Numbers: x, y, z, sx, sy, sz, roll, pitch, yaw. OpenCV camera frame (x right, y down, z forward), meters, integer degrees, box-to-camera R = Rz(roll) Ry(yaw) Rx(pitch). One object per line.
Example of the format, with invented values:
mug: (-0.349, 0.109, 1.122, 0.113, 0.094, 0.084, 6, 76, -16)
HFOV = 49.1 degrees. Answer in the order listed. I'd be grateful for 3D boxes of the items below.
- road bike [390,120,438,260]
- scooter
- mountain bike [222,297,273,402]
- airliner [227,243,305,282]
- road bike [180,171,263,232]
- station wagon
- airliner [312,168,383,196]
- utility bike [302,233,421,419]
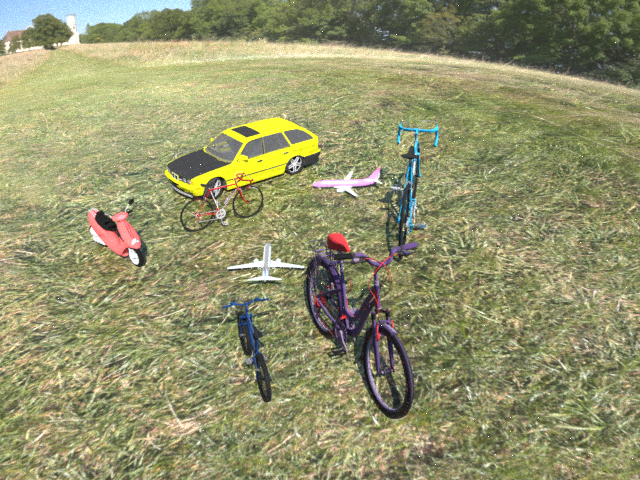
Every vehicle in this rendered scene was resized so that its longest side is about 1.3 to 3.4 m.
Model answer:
road bike: (1.492, -0.924, 11.488, 0.697, 1.656, 3.004, 6, 29, 10)
scooter: (-3.210, -0.176, 10.890, 1.399, 0.919, 0.662, 23, 36, 36)
mountain bike: (-0.802, 1.242, 8.351, 0.573, 0.868, 1.469, -9, 30, -17)
airliner: (-0.813, 0.261, 10.601, 1.161, 0.429, 1.307, -1, 29, -1)
road bike: (-1.645, -0.649, 11.824, 1.545, 0.852, 0.358, -17, 33, -28)
station wagon: (-1.488, -1.677, 13.629, 3.105, 0.920, 1.327, -21, 35, -33)
airliner: (0.507, -1.157, 13.192, 1.307, 0.429, 1.161, -1, 29, -2)
utility bike: (0.473, 0.713, 8.306, 1.039, 1.839, 2.791, -12, 31, -21)
